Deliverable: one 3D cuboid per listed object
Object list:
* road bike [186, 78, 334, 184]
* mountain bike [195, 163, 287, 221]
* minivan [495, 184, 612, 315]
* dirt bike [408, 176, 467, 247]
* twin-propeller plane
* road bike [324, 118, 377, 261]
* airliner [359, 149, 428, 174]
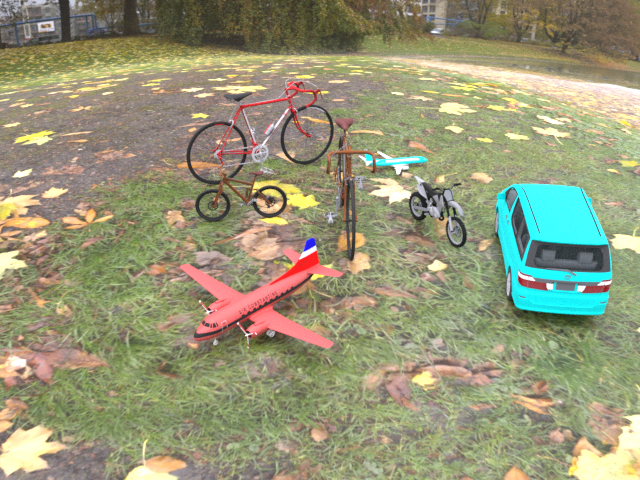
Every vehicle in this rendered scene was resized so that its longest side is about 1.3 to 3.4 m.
[{"bbox_3d":[-1.020,-1.974,12.655,3.004,1.656,0.696,-16,32,-27],"label":"road bike"},{"bbox_3d":[-1.257,-0.725,11.147,1.469,0.868,0.573,-4,28,-8],"label":"mountain bike"},{"bbox_3d":[3.138,-0.121,9.663,1.324,1.197,3.011,4,28,7],"label":"minivan"},{"bbox_3d":[1.808,-0.501,10.738,0.527,0.857,1.493,-13,31,-23],"label":"dirt bike"},{"bbox_3d":[-0.728,0.641,8.661,2.663,0.792,2.129,23,36,37],"label":"twin-propeller plane"},{"bbox_3d":[0.399,-0.929,10.692,0.696,1.656,3.004,-1,28,-2],"label":"road bike"},{"bbox_3d":[1.424,-1.560,13.183,1.307,0.429,1.161,-7,29,-12],"label":"airliner"}]
